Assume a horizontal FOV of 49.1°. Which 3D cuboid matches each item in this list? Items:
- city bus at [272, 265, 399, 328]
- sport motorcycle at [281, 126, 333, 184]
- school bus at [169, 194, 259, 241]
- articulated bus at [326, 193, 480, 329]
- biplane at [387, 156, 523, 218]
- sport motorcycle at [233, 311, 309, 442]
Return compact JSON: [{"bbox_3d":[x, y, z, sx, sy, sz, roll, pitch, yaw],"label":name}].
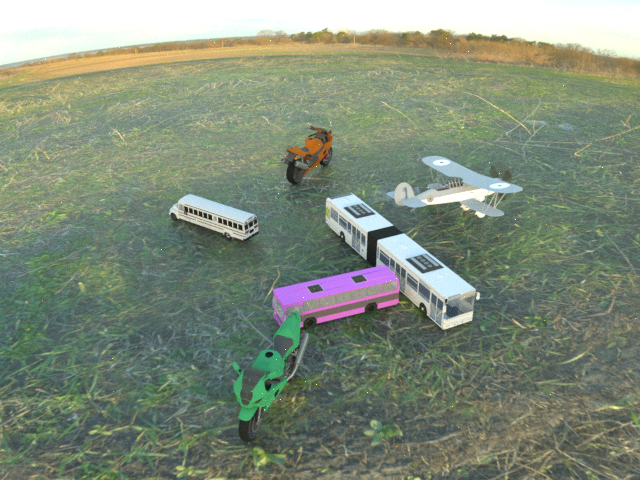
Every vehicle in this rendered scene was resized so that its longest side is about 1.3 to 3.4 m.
[{"bbox_3d":[0.220,0.778,9.330,1.674,0.460,0.476,-11,31,-20],"label":"city bus"},{"bbox_3d":[-0.189,-1.632,13.351,0.506,0.821,1.520,17,33,28],"label":"sport motorcycle"},{"bbox_3d":[-1.782,-0.388,11.484,1.708,0.434,0.365,18,33,29],"label":"school bus"},{"bbox_3d":[1.057,0.195,10.287,0.605,0.561,3.401,-14,32,-23],"label":"articulated bus"},{"bbox_3d":[2.171,-0.815,11.695,2.120,0.981,2.598,-11,31,-19],"label":"biplane"},{"bbox_3d":[-0.533,1.479,7.675,0.506,0.821,1.520,10,30,18],"label":"sport motorcycle"}]
